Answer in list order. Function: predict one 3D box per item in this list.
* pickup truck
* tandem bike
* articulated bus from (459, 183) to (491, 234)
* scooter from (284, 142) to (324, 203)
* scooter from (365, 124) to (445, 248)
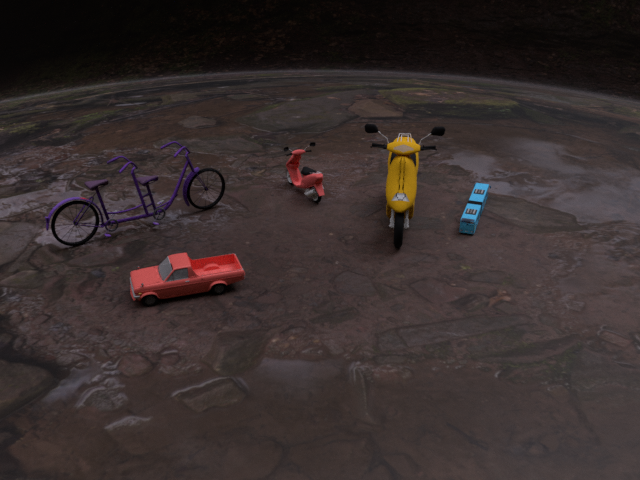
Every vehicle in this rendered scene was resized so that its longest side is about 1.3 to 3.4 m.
[{"bbox_3d":[-1.891,0.485,9.942,1.603,0.511,0.640,-9,28,-17],"label":"pickup truck"},{"bbox_3d":[-2.987,-0.820,11.640,3.192,1.326,0.550,-19,32,-33],"label":"tandem bike"},{"bbox_3d":[2.727,-0.573,12.306,0.311,0.289,1.749,9,28,18],"label":"articulated bus"},{"bbox_3d":[-0.300,-1.291,13.036,0.662,0.919,1.399,-14,30,-26],"label":"scooter"},{"bbox_3d":[1.393,-1.170,11.825,1.288,1.786,2.721,3,27,7],"label":"scooter"}]
